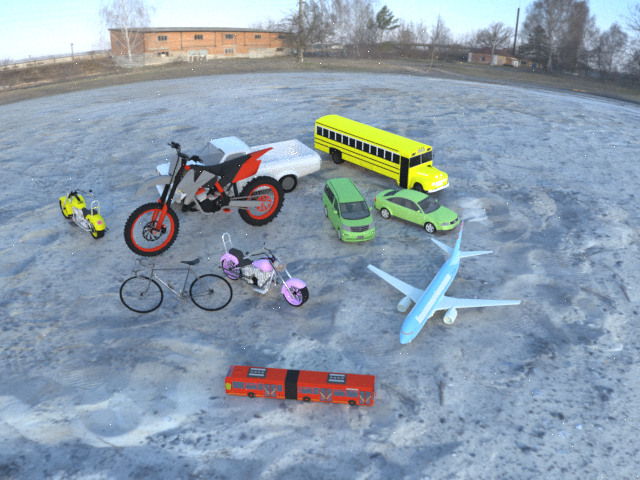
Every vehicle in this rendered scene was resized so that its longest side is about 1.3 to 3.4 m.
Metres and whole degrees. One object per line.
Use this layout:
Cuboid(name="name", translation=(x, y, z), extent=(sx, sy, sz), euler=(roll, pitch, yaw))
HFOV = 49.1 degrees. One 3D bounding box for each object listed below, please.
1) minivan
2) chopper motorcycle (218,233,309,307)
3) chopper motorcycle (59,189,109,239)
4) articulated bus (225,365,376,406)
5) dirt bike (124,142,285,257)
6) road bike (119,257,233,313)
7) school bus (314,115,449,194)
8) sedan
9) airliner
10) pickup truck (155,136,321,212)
Cuboid(name="minivan", translation=(0.486, -0.528, 12.088), extent=(0.681, 0.616, 1.548), euler=(-6, 28, -12))
Cuboid(name="chopper motorcycle", translation=(-0.826, 0.421, 10.076), extent=(1.563, 0.761, 0.466), euler=(18, 32, 31))
Cuboid(name="chopper motorcycle", translation=(-4.093, -0.538, 11.949), extent=(0.466, 0.761, 1.563), euler=(-22, 34, -36))
Cuboid(name="articulated bus", translation=(-0.220, 1.686, 8.121), extent=(1.749, 0.289, 0.311), euler=(3, 27, 6))
Cuboid(name="dirt bike", translation=(-1.820, -0.741, 11.352), extent=(2.903, 1.666, 1.024), euler=(-18, 32, -31))
Cuboid(name="road bike", translation=(-1.976, 0.627, 9.573), extent=(1.545, 0.852, 0.358), euler=(-1, 27, -3))
Cuboid(name="school bus", translation=(1.206, -1.765, 14.257), extent=(0.709, 0.844, 3.322), euler=(-22, 34, -36))
Cuboid(name="sedan", translation=(1.692, -0.565, 12.307), extent=(1.613, 0.483, 0.635), euler=(21, 34, 35))
Cuboid(name="airliner", translation=(1.600, 0.569, 9.704), extent=(2.257, 0.835, 2.541), euler=(13, 30, 24))
Cuboid(name="pickup truck", translation=(-1.557, -1.420, 13.418), extent=(3.117, 0.993, 1.244), euler=(-14, 30, -25))
